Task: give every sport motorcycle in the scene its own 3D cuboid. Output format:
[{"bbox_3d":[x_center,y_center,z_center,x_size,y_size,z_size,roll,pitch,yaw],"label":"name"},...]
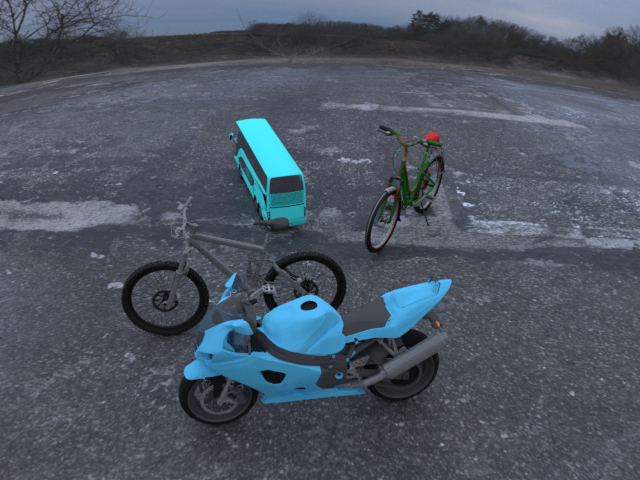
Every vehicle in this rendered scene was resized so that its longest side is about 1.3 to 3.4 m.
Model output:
[{"bbox_3d":[-0.051,1.188,7.505,2.955,1.596,0.983,-6,29,-11],"label":"sport motorcycle"}]

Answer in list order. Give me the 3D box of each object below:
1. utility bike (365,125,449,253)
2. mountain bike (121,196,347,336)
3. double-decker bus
[{"bbox_3d":[1.537,-0.963,11.184,1.039,1.839,2.791,17,33,28],"label":"utility bike"},{"bbox_3d":[-1.073,0.422,8.811,2.857,1.688,1.114,-4,29,-7],"label":"mountain bike"},{"bbox_3d":[-0.981,-1.302,12.624,0.756,1.052,3.251,-8,30,-14],"label":"double-decker bus"}]
